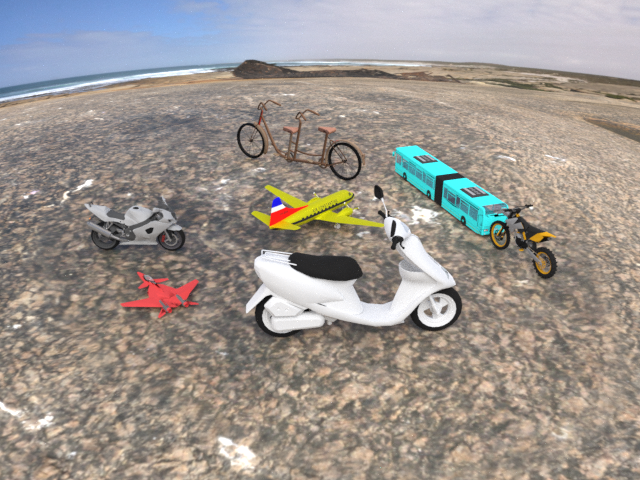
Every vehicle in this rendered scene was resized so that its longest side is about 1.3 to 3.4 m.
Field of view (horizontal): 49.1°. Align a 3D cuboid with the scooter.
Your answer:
[{"bbox_3d":[0.443,0.383,8.543,2.721,1.786,1.288,-2,26,-4],"label":"scooter"}]

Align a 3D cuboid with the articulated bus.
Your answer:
[{"bbox_3d":[2.291,-0.985,12.816,0.605,0.561,3.401,-9,27,-17],"label":"articulated bus"}]

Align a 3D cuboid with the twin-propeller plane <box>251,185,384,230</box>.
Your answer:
[{"bbox_3d":[-0.097,-0.591,11.727,2.663,0.792,2.129,21,33,36],"label":"twin-propeller plane"}]

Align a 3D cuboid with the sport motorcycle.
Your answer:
[{"bbox_3d":[-2.870,-0.219,10.916,1.520,0.821,0.506,1,26,2],"label":"sport motorcycle"}]

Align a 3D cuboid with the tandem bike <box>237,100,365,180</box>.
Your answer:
[{"bbox_3d":[-0.465,-2.063,14.181,3.192,1.326,0.550,16,30,30],"label":"tandem bike"}]

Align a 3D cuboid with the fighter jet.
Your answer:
[{"bbox_3d":[-2.277,0.627,9.769,1.147,0.286,1.358,-18,31,-33],"label":"fighter jet"}]

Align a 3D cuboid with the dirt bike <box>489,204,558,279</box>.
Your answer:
[{"bbox_3d":[3.040,-0.046,10.513,0.527,0.857,1.493,-11,28,-22],"label":"dirt bike"}]
